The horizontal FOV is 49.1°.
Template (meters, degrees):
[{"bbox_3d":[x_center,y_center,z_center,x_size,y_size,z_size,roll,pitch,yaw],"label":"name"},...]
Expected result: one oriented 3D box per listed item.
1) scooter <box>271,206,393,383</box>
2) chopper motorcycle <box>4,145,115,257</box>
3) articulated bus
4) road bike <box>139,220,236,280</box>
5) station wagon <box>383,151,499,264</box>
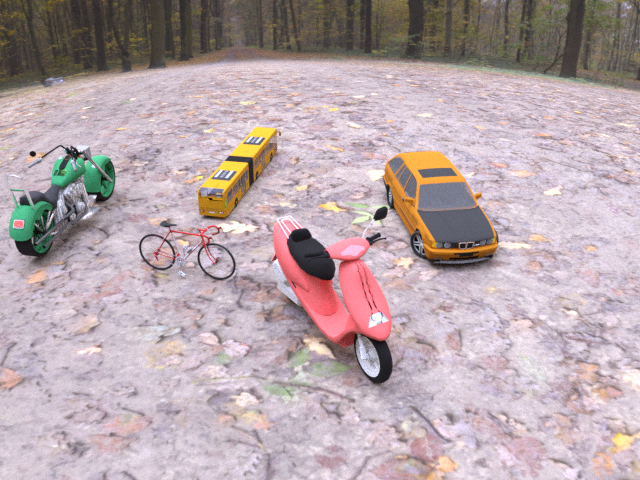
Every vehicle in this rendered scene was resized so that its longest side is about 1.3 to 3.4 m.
[{"bbox_3d":[0.088,0.411,8.564,1.288,1.786,2.721,-15,31,-27],"label":"scooter"},{"bbox_3d":[-4.108,-0.891,11.358,0.906,1.480,3.040,4,28,8],"label":"chopper motorcycle"},{"bbox_3d":[-1.465,-1.359,13.229,0.605,0.561,3.401,6,28,11],"label":"articulated bus"},{"bbox_3d":[-1.937,0.133,10.093,1.545,0.852,0.358,8,29,15],"label":"road bike"},{"bbox_3d":[1.917,-0.667,11.533,1.327,0.920,3.105,-4,28,-8],"label":"station wagon"}]
